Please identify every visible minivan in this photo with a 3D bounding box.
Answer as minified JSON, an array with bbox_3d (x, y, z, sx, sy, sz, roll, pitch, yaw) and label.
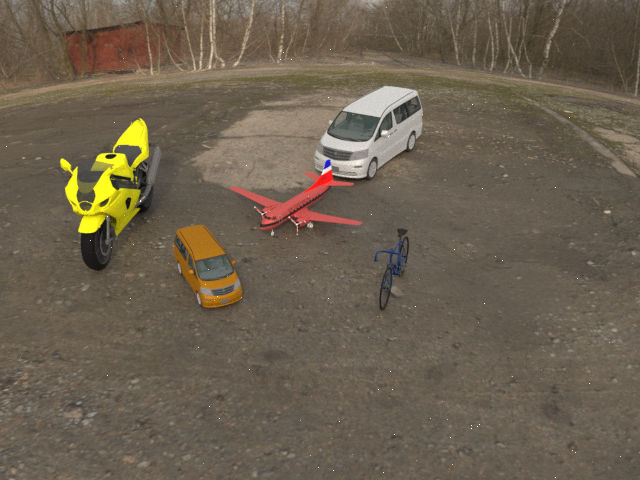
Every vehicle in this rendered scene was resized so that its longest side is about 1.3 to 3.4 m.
[{"bbox_3d":[-1.613,0.357,9.938,0.681,0.616,1.548,-13,30,-23],"label":"minivan"},{"bbox_3d":[1.038,-2.222,14.279,1.324,1.197,3.011,15,31,27],"label":"minivan"}]

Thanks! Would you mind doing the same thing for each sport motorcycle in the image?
[{"bbox_3d":[-3.212,-0.795,11.094,0.983,1.596,2.955,2,27,4],"label":"sport motorcycle"}]

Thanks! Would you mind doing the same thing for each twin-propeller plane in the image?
[{"bbox_3d":[-0.354,-0.717,11.819,2.663,0.792,2.129,17,32,29],"label":"twin-propeller plane"}]

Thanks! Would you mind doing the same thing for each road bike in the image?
[{"bbox_3d":[1.049,0.331,9.732,0.358,0.852,1.545,10,29,18],"label":"road bike"}]
